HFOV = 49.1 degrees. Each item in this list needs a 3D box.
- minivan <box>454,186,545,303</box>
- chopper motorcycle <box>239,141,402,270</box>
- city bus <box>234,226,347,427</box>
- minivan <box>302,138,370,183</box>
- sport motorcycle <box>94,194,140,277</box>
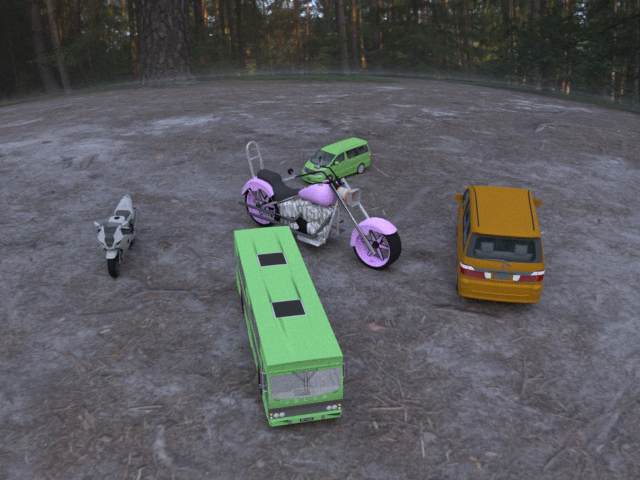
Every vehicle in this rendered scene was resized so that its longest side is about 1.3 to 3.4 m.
[{"bbox_3d":[2.657,-0.163,10.485,1.324,1.197,3.011,5,27,9],"label":"minivan"},{"bbox_3d":[-0.057,-0.573,10.997,3.040,1.480,0.906,19,32,33],"label":"chopper motorcycle"},{"bbox_3d":[-0.486,0.917,8.635,0.926,0.894,3.255,-5,27,-11],"label":"city bus"},{"bbox_3d":[0.325,-1.577,14.012,0.681,0.616,1.548,24,35,39],"label":"minivan"},{"bbox_3d":[-3.068,-0.077,10.735,0.506,0.821,1.520,-1,26,-3],"label":"sport motorcycle"}]
